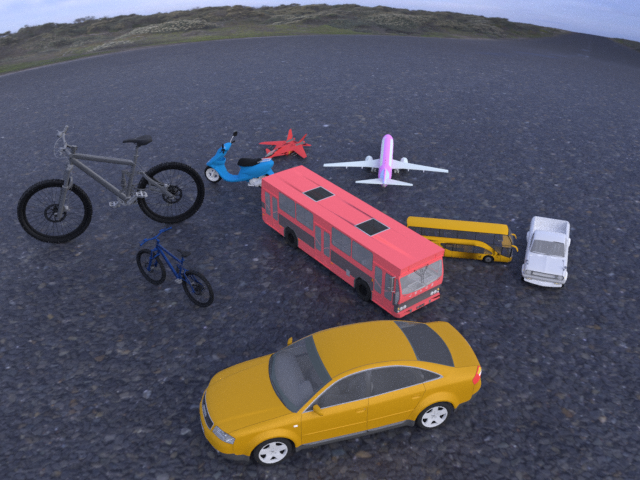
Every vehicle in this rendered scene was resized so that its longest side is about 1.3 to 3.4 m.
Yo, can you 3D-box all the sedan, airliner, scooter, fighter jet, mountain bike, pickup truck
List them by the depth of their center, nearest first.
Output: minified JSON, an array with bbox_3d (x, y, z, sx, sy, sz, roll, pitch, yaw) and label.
[{"bbox_3d":[0.240,1.527,7.698,3.137,0.940,1.235,-9,33,-14],"label":"sedan"},{"bbox_3d":[-2.021,0.387,9.609,1.469,0.868,0.573,21,37,30],"label":"mountain bike"},{"bbox_3d":[3.381,0.108,10.399,0.640,0.511,1.603,10,33,16],"label":"pickup truck"},{"bbox_3d":[-3.223,-0.848,10.827,2.857,1.688,1.114,-11,33,-17],"label":"mountain bike"},{"bbox_3d":[-1.425,-1.364,12.392,1.399,0.919,0.662,9,33,14],"label":"scooter"},{"bbox_3d":[1.222,-1.613,12.874,2.257,0.835,2.541,3,32,6],"label":"airliner"},{"bbox_3d":[-0.805,-1.786,13.675,1.147,0.286,1.358,21,37,30],"label":"fighter jet"}]

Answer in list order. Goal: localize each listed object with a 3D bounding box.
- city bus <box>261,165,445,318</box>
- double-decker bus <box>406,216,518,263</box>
[{"bbox_3d":[0.357,-0.048,10.288,0.926,0.894,3.255,-22,38,-31],"label":"city bus"},{"bbox_3d":[2.114,-0.002,10.549,1.672,0.541,0.389,5,32,8],"label":"double-decker bus"}]
